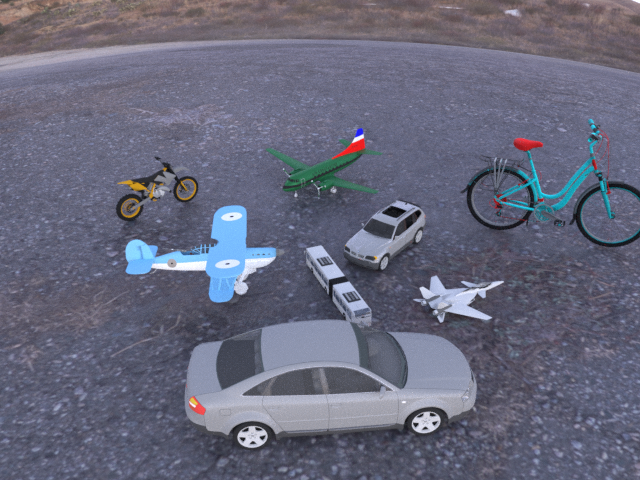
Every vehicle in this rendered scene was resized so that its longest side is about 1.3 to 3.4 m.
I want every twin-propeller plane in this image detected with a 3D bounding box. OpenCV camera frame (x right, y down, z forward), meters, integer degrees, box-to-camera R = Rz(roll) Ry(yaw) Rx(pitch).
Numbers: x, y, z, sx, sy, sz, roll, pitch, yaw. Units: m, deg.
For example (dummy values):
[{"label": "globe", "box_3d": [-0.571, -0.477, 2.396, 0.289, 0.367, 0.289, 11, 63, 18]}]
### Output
[{"label": "twin-propeller plane", "box_3d": [0.110, -1.362, 12.386, 2.663, 0.792, 2.129, 26, 39, 37]}]

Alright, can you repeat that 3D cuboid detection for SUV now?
[{"label": "SUV", "box_3d": [0.991, -0.110, 10.460, 0.656, 0.580, 1.572, 21, 37, 32]}]

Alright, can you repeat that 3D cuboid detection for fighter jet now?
[{"label": "fighter jet", "box_3d": [1.977, 0.674, 9.415, 1.358, 0.286, 1.147, -17, 34, -26]}]

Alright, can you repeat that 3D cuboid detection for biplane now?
[{"label": "biplane", "box_3d": [-1.539, 0.222, 9.499, 2.120, 0.981, 2.598, -3, 31, -4]}]

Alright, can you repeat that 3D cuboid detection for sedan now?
[{"label": "sedan", "box_3d": [0.128, 1.420, 7.499, 3.137, 0.940, 1.235, -3, 31, -5]}]

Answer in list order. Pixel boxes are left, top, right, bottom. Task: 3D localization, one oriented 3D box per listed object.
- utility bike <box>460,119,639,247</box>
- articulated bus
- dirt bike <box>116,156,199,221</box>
[{"label": "utility bike", "box_3d": [3.570, -0.906, 10.575, 2.791, 1.839, 1.039, 10, 32, 17]}, {"label": "articulated bus", "box_3d": [0.222, 0.608, 9.526, 0.311, 0.289, 1.749, -11, 32, -18]}, {"label": "dirt bike", "box_3d": [-2.668, -0.859, 11.463, 1.493, 0.857, 0.527, -22, 37, -33]}]
